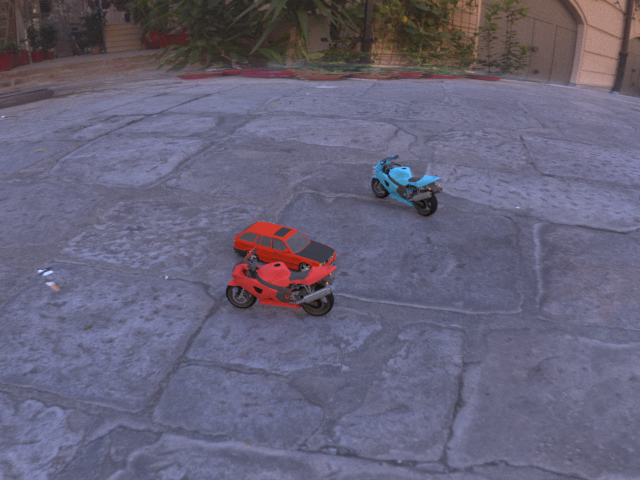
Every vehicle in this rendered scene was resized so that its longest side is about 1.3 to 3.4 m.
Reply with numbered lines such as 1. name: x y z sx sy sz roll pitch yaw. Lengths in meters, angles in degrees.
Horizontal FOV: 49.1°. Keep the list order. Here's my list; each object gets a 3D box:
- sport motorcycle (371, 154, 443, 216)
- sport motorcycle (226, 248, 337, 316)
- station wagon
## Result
1. sport motorcycle: 1.486 -0.968 12.348 0.506 0.821 1.520 -24 36 -38
2. sport motorcycle: -0.530 0.603 9.324 1.520 0.821 0.506 4 28 9
3. station wagon: -0.533 0.090 10.688 1.597 0.473 0.682 14 30 24
